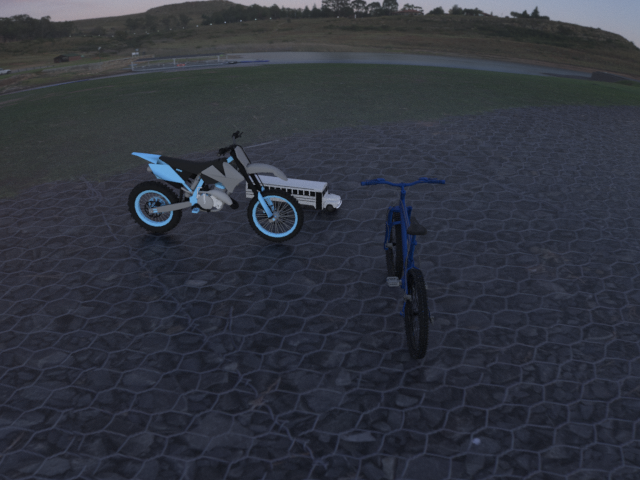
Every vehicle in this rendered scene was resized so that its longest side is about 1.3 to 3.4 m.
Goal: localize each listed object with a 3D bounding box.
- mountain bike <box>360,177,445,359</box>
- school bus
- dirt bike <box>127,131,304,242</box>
[{"bbox_3d":[1.111,0.208,9.072,1.114,1.688,2.857,-1,28,-3],"label":"mountain bike"},{"bbox_3d":[-0.463,-0.842,12.402,1.708,0.434,0.365,7,29,14],"label":"school bus"},{"bbox_3d":[-1.677,-0.790,10.984,2.903,1.666,1.024,5,28,9],"label":"dirt bike"}]
